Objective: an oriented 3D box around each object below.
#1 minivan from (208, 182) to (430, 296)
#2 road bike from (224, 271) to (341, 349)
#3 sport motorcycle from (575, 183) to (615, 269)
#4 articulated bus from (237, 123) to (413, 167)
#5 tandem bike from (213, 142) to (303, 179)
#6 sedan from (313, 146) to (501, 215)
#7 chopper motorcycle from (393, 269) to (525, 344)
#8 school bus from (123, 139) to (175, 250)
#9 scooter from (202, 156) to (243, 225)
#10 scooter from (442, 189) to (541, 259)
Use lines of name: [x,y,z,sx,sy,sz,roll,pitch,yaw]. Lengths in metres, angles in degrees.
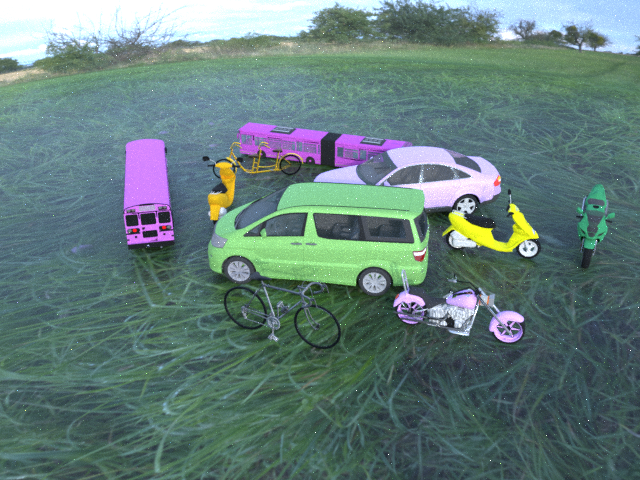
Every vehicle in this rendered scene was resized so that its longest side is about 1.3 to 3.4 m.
minivan: [-0.031,-0.107,9.519,3.011,1.197,1.324,4,28,8]
road bike: [-0.465,0.797,8.171,1.545,0.852,0.358,12,30,21]
sport motorcycle: [3.942,-0.219,10.136,0.506,0.821,1.520,11,30,20]
articulated bus: [0.048,-1.749,13.324,3.401,0.561,0.605,10,29,18]
tandem bike: [-1.115,-1.447,12.621,1.642,0.682,0.283,-5,28,-9]
sedan: [1.384,-0.974,11.445,3.137,0.940,1.235,-4,28,-8]
chopper motorcycle: [1.648,0.788,8.287,1.563,0.761,0.466,8,29,15]
school bus: [-2.785,-0.871,11.350,0.709,0.844,3.322,-6,28,-11]
scooter: [-1.564,-0.843,11.217,0.662,0.919,1.399,2,28,4]
scooter: [2.477,-0.210,10.015,1.399,0.919,0.662,7,29,13]
